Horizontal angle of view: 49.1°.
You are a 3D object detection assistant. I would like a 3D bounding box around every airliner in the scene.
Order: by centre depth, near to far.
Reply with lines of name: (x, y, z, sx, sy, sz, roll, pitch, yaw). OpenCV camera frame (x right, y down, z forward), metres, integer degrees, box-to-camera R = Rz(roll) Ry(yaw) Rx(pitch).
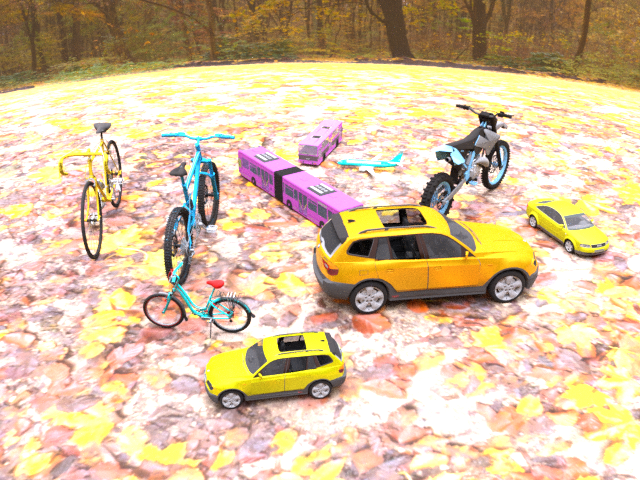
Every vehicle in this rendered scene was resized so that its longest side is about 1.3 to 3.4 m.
airliner: (0.985, -1.574, 13.632, 1.307, 0.429, 1.161, 5, 28, 10)

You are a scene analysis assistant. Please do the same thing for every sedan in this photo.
sedan: (3.896, -0.274, 11.050, 0.635, 0.483, 1.613, -9, 29, -17)

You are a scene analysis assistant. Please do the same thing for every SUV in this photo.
SUV: (-0.494, 1.384, 7.725, 1.572, 0.580, 0.656, -5, 28, -9)
SUV: (1.427, 0.150, 9.522, 3.058, 1.128, 1.276, -4, 28, -8)

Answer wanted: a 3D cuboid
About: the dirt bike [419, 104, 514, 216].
dirt bike: (2.531, -1.340, 11.828, 1.024, 1.666, 2.903, 21, 34, 35)

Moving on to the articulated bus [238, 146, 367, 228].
articulated bus: (-0.426, -0.904, 12.187, 0.605, 0.561, 3.401, -17, 32, -30)

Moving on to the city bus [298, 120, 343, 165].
city bus: (0.029, -2.007, 14.439, 0.476, 0.460, 1.674, 9, 29, 16)

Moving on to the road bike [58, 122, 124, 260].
road bike: (-3.444, -0.931, 11.045, 0.696, 1.656, 3.004, -2, 27, -4)

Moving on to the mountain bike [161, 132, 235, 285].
mountain bike: (-1.863, -0.588, 10.345, 1.114, 1.688, 2.857, 3, 27, 5)

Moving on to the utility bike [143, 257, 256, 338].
utility bike: (-1.511, 0.753, 8.552, 1.435, 0.946, 0.535, 3, 27, 6)
